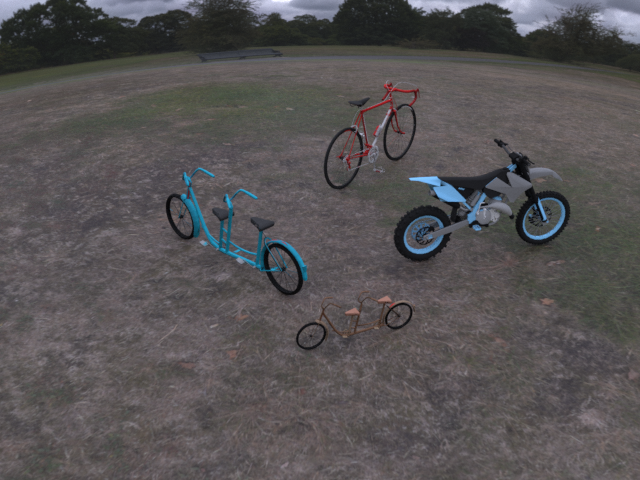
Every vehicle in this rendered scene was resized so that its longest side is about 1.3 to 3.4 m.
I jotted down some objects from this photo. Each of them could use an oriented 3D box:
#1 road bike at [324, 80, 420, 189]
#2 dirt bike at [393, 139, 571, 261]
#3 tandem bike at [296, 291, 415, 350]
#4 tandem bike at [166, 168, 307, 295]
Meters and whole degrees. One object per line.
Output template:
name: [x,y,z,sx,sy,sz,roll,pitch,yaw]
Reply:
road bike: [1.027,-2.044,13.326,0.696,1.656,3.004,21,35,34]
dirt bike: [2.504,-0.554,10.530,2.903,1.666,1.024,-7,29,-13]
tandem bike: [0.471,0.955,8.752,1.642,0.682,0.283,-11,30,-19]
tandem bike: [-1.335,-0.208,10.243,3.192,1.326,0.550,24,37,38]
